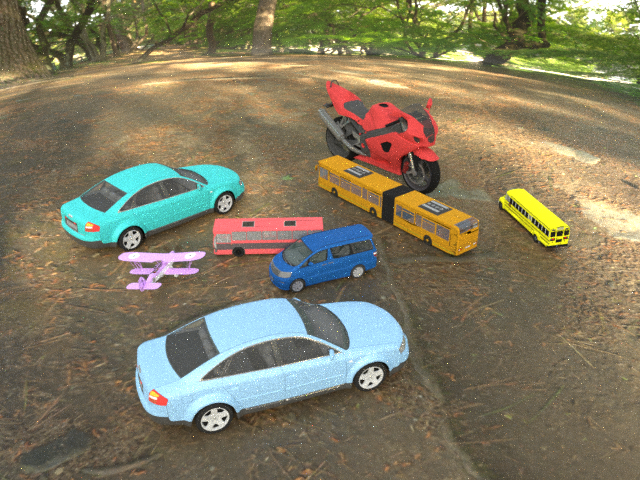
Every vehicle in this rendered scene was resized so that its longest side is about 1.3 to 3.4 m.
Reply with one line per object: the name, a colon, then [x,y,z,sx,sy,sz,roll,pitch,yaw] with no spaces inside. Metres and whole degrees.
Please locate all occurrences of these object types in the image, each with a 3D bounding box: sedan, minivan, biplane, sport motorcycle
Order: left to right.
biplane: [-2.276,0.424,9.785,1.336,0.504,1.090,7,30,13]
sedan: [-2.644,-0.735,11.445,3.137,0.940,1.235,-25,37,-38]
sedan: [-0.483,1.217,7.885,3.137,0.940,1.235,-11,30,-19]
minivan: [0.034,0.241,10.002,1.548,0.616,0.681,-12,31,-21]
sport motorcycle: [1.104,-1.937,12.953,0.983,1.596,2.955,-22,36,-35]

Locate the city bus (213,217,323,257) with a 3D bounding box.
city bus: [-0.775,-0.045,10.686,1.674,0.460,0.476,-1,29,-2]

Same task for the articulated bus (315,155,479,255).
articulated bus: [1.175,-0.652,11.686,0.605,0.561,3.401,-21,35,-33]

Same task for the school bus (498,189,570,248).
school bus: [3.428,-0.402,11.364,0.365,0.434,1.708,-7,29,-12]
